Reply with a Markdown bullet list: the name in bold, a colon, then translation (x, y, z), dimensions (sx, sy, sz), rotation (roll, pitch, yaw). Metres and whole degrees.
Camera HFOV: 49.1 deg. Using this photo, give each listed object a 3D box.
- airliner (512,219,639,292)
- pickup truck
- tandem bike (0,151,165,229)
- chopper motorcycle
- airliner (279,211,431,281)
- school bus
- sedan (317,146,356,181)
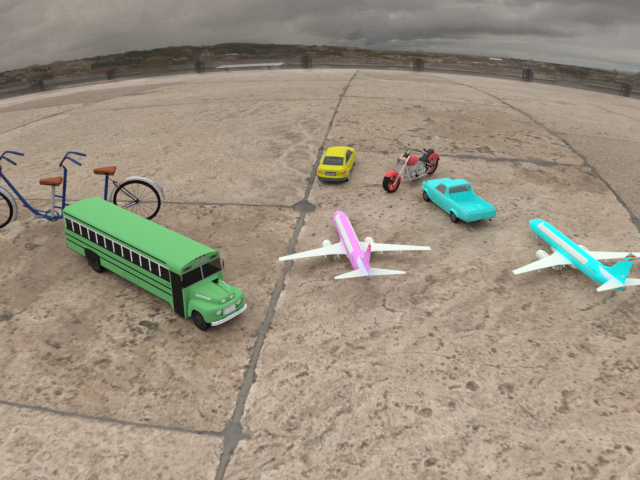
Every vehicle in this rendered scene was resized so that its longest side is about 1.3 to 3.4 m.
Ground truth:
- **airliner**: translation (3.715, 0.044, 10.133), dimensions (2.257, 0.835, 2.541), rotation (-6, 27, -12)
- **pickup truck**: translation (2.359, -0.736, 12.042), dimensions (0.640, 0.511, 1.603), rotation (-10, 28, -19)
- **tandem bike**: translation (-4.144, -0.811, 11.285), dimensions (3.192, 1.326, 0.550), rotation (-3, 27, -7)
- **chopper motorcycle**: translation (1.727, -1.422, 13.124), dimensions (0.466, 0.761, 1.563), rotation (24, 35, 39)
- **airliner**: translation (0.479, -0.092, 10.402), dimensions (2.257, 0.835, 2.541), rotation (-4, 27, -8)
- **school bus**: translation (-2.353, 0.255, 9.703), dimensions (3.322, 0.844, 0.709), rotation (21, 34, 36)
- **sedan**: translation (0.341, -1.574, 13.736), dimensions (0.635, 0.483, 1.613), rotation (5, 27, 9)
